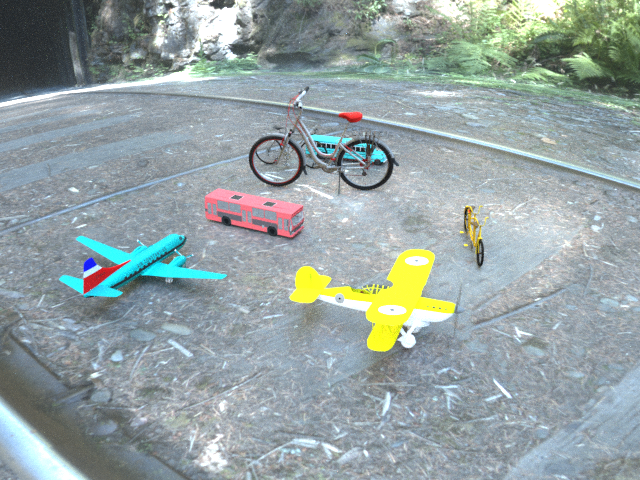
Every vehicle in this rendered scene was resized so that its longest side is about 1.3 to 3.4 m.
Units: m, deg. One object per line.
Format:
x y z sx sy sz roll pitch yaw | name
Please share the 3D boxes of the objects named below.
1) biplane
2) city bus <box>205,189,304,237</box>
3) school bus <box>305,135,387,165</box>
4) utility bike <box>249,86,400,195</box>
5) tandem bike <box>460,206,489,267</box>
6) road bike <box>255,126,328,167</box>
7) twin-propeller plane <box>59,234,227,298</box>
0.714 0.718 8.628 2.120 0.981 2.598 7 27 15 | biplane
-1.093 -0.436 11.562 1.674 0.460 0.476 12 29 24 | city bus
0.554 -1.875 14.513 1.708 0.434 0.365 9 27 17 | school bus
0.050 -1.728 12.624 2.791 1.839 1.039 3 26 5 | utility bike
2.386 -0.201 10.834 0.283 0.682 1.642 1 26 1 | tandem bike
-0.589 -1.882 14.054 1.545 0.852 0.358 7 27 14 | road bike
-2.541 0.251 9.792 2.663 0.792 2.129 13 29 24 | twin-propeller plane
